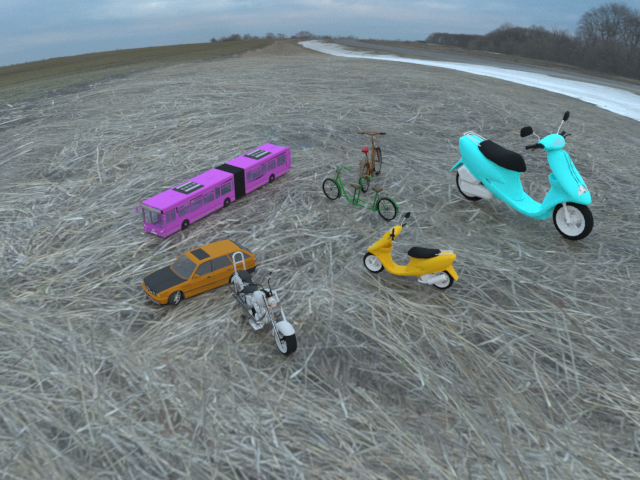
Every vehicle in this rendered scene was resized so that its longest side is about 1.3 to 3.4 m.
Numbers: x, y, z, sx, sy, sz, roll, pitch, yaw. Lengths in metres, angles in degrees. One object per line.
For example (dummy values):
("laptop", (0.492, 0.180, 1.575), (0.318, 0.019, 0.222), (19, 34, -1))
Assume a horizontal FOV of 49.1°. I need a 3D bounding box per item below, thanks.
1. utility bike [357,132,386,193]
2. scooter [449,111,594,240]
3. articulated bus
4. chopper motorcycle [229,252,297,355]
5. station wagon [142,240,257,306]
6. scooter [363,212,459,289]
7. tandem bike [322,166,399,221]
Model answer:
("utility bike", (0.880, -1.477, 12.750), (0.535, 0.946, 1.435), (9, 30, 17))
("scooter", (3.254, -1.173, 11.298), (1.288, 1.786, 2.721), (-23, 36, -36))
("articulated bus", (-1.702, -0.949, 12.175), (0.605, 0.561, 3.401), (18, 33, 30))
("chopper motorcycle", (-0.723, 0.775, 8.760), (0.466, 0.761, 1.563), (-16, 32, -27))
("station wagon", (-1.683, 0.407, 9.748), (1.597, 0.473, 0.682), (-20, 34, -32))
("scooter", (1.254, 0.172, 9.714), (1.399, 0.919, 0.662), (13, 31, 23))
("tandem bike", (0.659, -0.812, 11.793), (1.642, 0.682, 0.283), (23, 36, 36))
